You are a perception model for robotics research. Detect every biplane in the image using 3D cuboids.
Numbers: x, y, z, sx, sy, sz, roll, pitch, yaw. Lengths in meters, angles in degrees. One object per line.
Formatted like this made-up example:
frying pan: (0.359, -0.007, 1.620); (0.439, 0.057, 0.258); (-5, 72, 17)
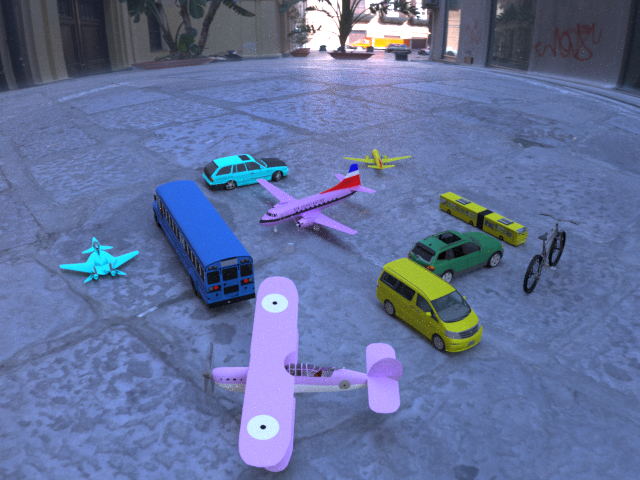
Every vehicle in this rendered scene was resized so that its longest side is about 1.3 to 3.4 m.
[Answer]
biplane: (-0.192, 1.478, 7.387); (2.120, 0.981, 2.598); (0, 28, 1)

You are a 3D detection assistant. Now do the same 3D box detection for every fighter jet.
fighter jet: (-3.343, 0.177, 10.556); (1.147, 0.286, 1.358); (-11, 30, -20)

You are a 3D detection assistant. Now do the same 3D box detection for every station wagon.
station wagon: (-1.386, -1.342, 13.198); (1.597, 0.473, 0.682); (-13, 31, -23)

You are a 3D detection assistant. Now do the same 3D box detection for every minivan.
minivan: (1.400, 0.817, 9.011); (0.681, 0.616, 1.548); (-18, 33, -30)

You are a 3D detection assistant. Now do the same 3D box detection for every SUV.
SUV: (2.001, 0.165, 10.267); (1.572, 0.580, 0.656); (-17, 33, -29)

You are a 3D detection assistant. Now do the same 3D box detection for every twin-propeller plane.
twin-propeller plane: (-0.124, -0.696, 11.652); (2.129, 0.792, 2.663); (-20, 34, -33)
twin-propeller plane: (1.142, -1.629, 13.804); (1.370, 0.407, 1.095); (-2, 28, -3)

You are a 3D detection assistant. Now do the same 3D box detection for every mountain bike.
mountain bike: (3.236, 0.164, 9.964); (0.573, 0.868, 1.469); (20, 34, 32)

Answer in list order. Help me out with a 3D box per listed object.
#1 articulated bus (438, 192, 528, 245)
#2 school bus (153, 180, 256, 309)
articulated bus: (2.661, -0.373, 11.581); (0.311, 0.289, 1.749); (-19, 33, -31)
school bus: (-1.850, -0.094, 10.471); (0.709, 0.844, 3.322); (-12, 30, -22)
